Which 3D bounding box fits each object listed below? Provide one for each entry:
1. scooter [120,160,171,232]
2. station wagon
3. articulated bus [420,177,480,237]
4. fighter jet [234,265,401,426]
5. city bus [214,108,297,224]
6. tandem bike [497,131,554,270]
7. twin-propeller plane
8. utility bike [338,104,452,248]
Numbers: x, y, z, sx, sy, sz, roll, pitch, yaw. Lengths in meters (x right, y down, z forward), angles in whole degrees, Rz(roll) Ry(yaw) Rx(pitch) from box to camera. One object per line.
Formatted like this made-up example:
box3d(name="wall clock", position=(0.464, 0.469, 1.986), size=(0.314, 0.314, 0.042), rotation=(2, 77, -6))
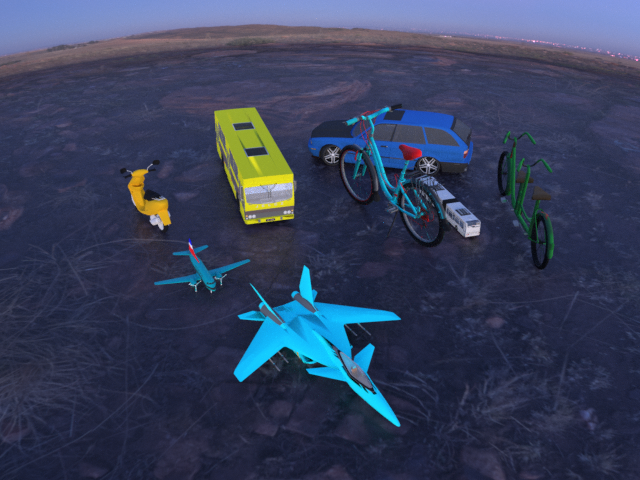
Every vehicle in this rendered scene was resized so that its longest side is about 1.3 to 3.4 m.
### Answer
box3d(name="scooter", position=(-2.741, -0.728, 11.119), size=(0.662, 0.919, 1.399), rotation=(-20, 35, -30))
box3d(name="station wagon", position=(1.319, -1.946, 13.247), size=(3.105, 0.920, 1.327), rotation=(8, 31, 13))
box3d(name="articulated bus", position=(2.095, -0.566, 11.470), size=(0.311, 0.289, 1.749), rotation=(-9, 31, -15))
box3d(name="fighter jet", position=(0.127, 1.210, 8.093), size=(2.229, 0.557, 2.640), rotation=(-17, 34, -27))
box3d(name="city bus", position=(-1.207, -1.351, 12.232), size=(0.926, 0.894, 3.255), rotation=(-8, 31, -13))
box3d(name="tandem bike", position=(3.139, -0.767, 10.777), size=(0.550, 1.326, 3.192), rotation=(0, 30, 1))
box3d(name="twin-propeller plane", position=(-1.652, 0.367, 9.719), size=(1.370, 0.407, 1.095), rotation=(-14, 33, -23))
box3d(name="utility bike", position=(0.996, -1.017, 10.697), size=(1.039, 1.839, 2.791), rotation=(-18, 34, -28))
